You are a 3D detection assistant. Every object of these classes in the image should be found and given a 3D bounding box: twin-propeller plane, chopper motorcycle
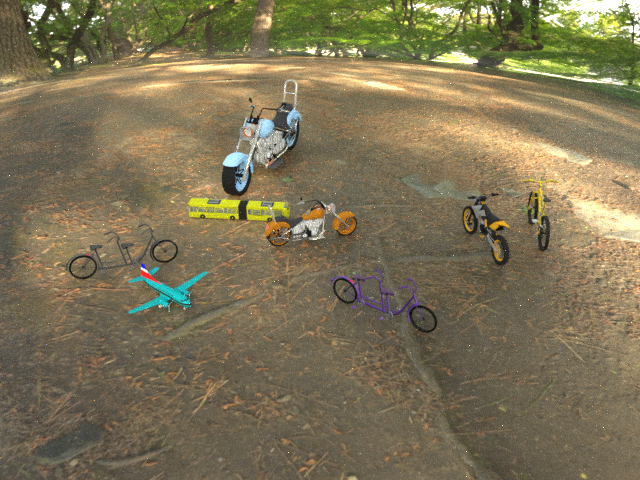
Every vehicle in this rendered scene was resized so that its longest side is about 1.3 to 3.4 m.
[{"bbox_3d":[-2.170,0.661,9.793,1.095,0.407,1.370,22,36,35],"label":"twin-propeller plane"},{"bbox_3d":[-0.134,-0.324,11.214,1.563,0.761,0.466,-11,31,-19],"label":"chopper motorcycle"},{"bbox_3d":[-1.095,-2.025,13.554,0.906,1.480,3.040,11,31,19],"label":"chopper motorcycle"}]

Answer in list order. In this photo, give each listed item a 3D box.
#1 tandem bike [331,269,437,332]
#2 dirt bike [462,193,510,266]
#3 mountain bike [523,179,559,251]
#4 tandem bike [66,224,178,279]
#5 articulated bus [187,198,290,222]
[{"bbox_3d":[0.833,0.740,9.367,1.642,0.682,0.283,18,34,29],"label":"tandem bike"},{"bbox_3d":[2.596,-0.253,10.986,0.527,0.857,1.493,-8,30,-13],"label":"dirt bike"},{"bbox_3d":[3.565,-0.463,11.354,0.573,0.868,1.469,2,29,4],"label":"mountain bike"},{"bbox_3d":[-2.938,0.167,10.406,1.642,0.682,0.283,-11,31,-20],"label":"tandem bike"},{"bbox_3d":[-1.406,-0.520,12.059,1.749,0.289,0.311,3,29,5],"label":"articulated bus"}]
